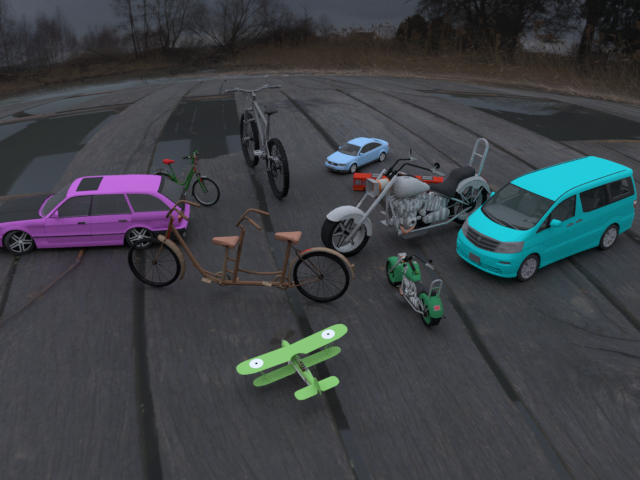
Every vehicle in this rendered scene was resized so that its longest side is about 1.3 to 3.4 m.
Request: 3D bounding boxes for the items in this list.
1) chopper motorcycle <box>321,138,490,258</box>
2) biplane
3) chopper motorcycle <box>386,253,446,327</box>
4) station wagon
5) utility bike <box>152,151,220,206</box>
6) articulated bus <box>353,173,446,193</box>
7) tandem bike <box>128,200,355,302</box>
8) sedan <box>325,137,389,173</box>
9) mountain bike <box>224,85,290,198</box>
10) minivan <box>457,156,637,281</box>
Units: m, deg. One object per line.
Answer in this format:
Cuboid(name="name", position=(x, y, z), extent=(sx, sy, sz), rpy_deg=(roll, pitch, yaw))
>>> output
Cuboid(name="chopper motorcycle", position=(1.409, -0.682, 10.941), extent=(3.040, 1.480, 0.906), rpy_deg=(-13, 29, -24))
Cuboid(name="biplane", position=(-0.234, 1.415, 7.804), extent=(1.336, 0.504, 1.090), rpy_deg=(-12, 29, -22))
Cuboid(name="chopper motorcycle", position=(1.233, 0.529, 9.306), extent=(0.466, 0.761, 1.563), rpy_deg=(-8, 27, -15))
Cuboid(name="station wagon", position=(-3.672, -0.477, 11.158), extent=(3.105, 0.920, 1.327), rpy_deg=(-3, 26, -6))
Cuboid(name="utility bike", position=(-2.421, -1.116, 12.421), extent=(1.435, 0.946, 0.535), rpy_deg=(8, 27, 15))
Cuboid(name="articulated bus", position=(1.470, -1.047, 13.023), extent=(1.749, 0.289, 0.311), rpy_deg=(3, 27, 7))
Cuboid(name="tandem bike", position=(-1.107, 0.167, 9.401), extent=(3.192, 1.326, 0.550), rpy_deg=(4, 27, 9))
Cuboid(name="sedan", position=(0.767, -1.782, 14.287), extent=(0.635, 0.483, 1.613), rpy_deg=(22, 34, 37))
Cuboid(name="mountain bike", position=(-1.088, -1.926, 13.221), extent=(1.114, 1.688, 2.857), rpy_deg=(-10, 28, -19))
Cuboid(name="minivan", position=(3.478, -0.388, 10.666), extent=(3.011, 1.197, 1.324), rpy_deg=(-16, 31, -29))
